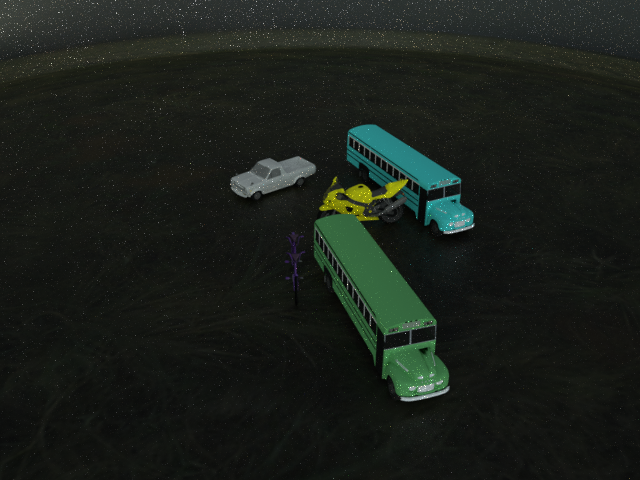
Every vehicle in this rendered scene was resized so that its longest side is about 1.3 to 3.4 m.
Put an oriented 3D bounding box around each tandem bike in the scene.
[{"bbox_3d":[-0.366,0.276,10.134,0.283,0.682,1.642,-2,30,-3],"label":"tandem bike"}]

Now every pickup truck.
[{"bbox_3d":[-0.853,-1.209,12.892,1.603,0.511,0.640,-21,36,-32],"label":"pickup truck"}]

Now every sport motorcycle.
[{"bbox_3d":[0.695,-0.604,11.528,1.520,0.821,0.506,-6,30,-10],"label":"sport motorcycle"}]

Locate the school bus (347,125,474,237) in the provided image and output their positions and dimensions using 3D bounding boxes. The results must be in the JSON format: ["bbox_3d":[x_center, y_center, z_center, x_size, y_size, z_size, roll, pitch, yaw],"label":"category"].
[{"bbox_3d":[1.539,-1.115,12.395,0.709,0.844,3.322,-14,33,-22],"label":"school bus"}]

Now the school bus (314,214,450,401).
[{"bbox_3d":[0.714,0.762,9.125,0.709,0.844,3.322,-9,31,-15],"label":"school bus"}]
